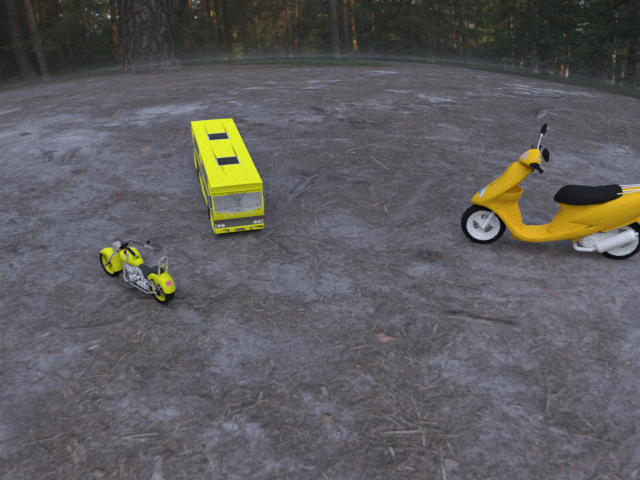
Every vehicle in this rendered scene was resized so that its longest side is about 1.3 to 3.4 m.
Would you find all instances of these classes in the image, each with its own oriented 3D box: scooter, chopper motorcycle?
[{"bbox_3d":[3.470,-0.624,10.130,2.721,1.786,1.288,7,29,13],"label":"scooter"},{"bbox_3d":[-2.495,0.330,9.423,1.563,0.761,0.466,22,35,36],"label":"chopper motorcycle"}]

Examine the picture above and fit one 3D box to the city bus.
[{"bbox_3d":[-1.651,-1.161,12.096,0.926,0.894,3.255,-7,29,-13],"label":"city bus"}]
